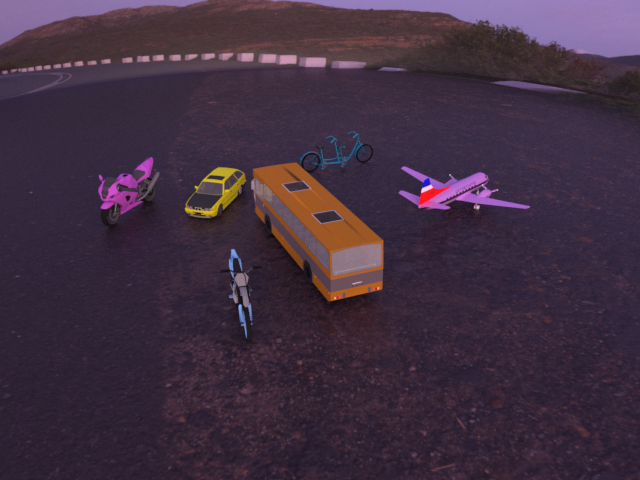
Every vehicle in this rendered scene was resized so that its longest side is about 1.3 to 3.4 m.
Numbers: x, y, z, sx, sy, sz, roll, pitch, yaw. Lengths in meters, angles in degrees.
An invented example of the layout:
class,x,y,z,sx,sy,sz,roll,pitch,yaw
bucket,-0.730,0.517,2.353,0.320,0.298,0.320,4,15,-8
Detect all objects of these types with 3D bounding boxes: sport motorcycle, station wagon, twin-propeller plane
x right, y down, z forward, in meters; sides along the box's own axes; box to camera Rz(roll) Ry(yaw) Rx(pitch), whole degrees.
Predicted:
class,x,y,z,sx,sy,sz,roll,pitch,yaw
sport motorcycle,-3.294,-0.841,12.052,0.506,0.821,1.520,10,29,19
station wagon,-1.861,-0.888,12.530,0.682,0.473,1.597,7,28,14
twin-propeller plane,2.383,-0.948,12.296,2.663,0.792,2.129,24,35,39

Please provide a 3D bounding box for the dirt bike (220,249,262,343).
class,x,y,z,sx,sy,sz,roll,pitch,yaw
dirt bike,-1.024,0.655,9.073,0.527,0.857,1.493,-6,28,-12

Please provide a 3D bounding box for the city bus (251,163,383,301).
class,x,y,z,sx,sy,sz,roll,pitch,yaw
city bus,-0.135,-0.196,10.703,0.926,0.894,3.255,-11,29,-20

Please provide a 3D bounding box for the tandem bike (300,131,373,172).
class,x,y,z,sx,sy,sz,roll,pitch,yaw
tandem bike,0.347,-1.778,14.049,1.642,0.682,0.283,-12,29,-22
